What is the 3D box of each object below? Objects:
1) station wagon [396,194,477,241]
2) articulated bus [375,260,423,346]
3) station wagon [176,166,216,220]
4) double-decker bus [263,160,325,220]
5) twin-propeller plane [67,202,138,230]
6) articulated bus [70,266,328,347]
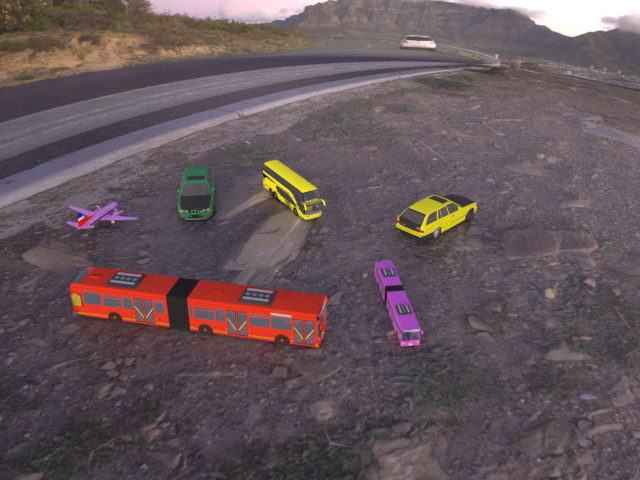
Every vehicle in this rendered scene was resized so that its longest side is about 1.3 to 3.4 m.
[{"bbox_3d":[1.970,-0.474,11.623,1.597,0.473,0.682,-25,37,-38],"label":"station wagon"},{"bbox_3d":[1.025,0.815,9.457,0.311,0.289,1.749,-3,29,-6],"label":"articulated bus"},{"bbox_3d":[-2.172,-0.870,12.347,0.682,0.473,1.597,-3,29,-6],"label":"station wagon"},{"bbox_3d":[-0.496,-0.878,12.293,0.389,0.541,1.672,-16,32,-26],"label":"double-decker bus"},{"bbox_3d":[-3.680,-0.451,11.650,1.370,0.407,1.095,10,30,18],"label":"twin-propeller plane"},{"bbox_3d":[-1.573,0.854,9.102,3.401,0.561,0.605,6,29,11],"label":"articulated bus"}]
